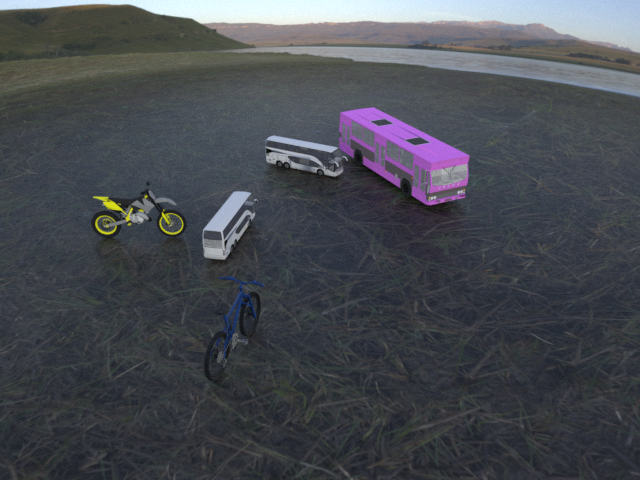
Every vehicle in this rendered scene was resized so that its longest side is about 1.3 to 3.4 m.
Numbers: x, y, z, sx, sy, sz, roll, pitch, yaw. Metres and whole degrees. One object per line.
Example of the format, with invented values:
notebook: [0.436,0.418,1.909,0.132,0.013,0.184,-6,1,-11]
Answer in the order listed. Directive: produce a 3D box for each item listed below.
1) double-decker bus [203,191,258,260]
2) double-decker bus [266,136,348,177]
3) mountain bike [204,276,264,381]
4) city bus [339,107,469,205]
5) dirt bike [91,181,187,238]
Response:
double-decker bus: [-1.398,-0.268,10.987,0.389,0.541,1.672,5,28,11]
double-decker bus: [-0.291,-1.627,13.631,1.672,0.541,0.389,14,31,26]
mountain bike: [-1.007,0.976,8.208,0.573,0.868,1.469,9,29,17]
city bus: [1.475,-1.617,13.224,0.926,0.894,3.255,-13,30,-24]
dirt bike: [-2.852,-0.428,10.953,1.493,0.857,0.527,0,27,-1]
